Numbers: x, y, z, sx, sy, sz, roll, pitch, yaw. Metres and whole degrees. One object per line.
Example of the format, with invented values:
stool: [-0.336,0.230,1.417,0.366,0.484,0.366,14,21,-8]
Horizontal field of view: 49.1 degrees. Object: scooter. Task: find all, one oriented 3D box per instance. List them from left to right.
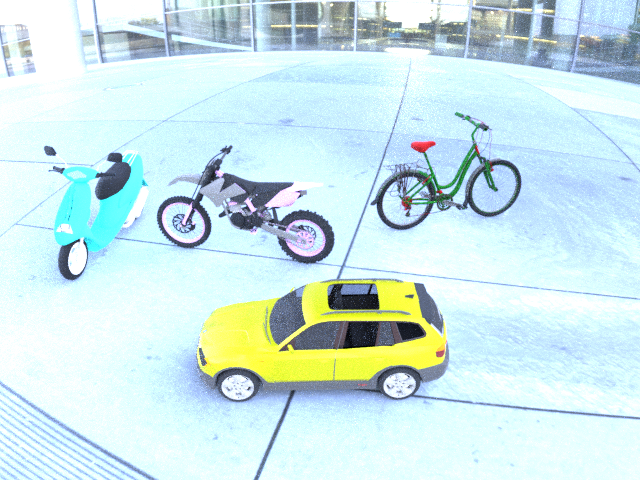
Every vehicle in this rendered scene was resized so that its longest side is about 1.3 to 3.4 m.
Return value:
scooter: [-3.446,-0.715,11.042,1.288,1.786,2.721,7,30,12]

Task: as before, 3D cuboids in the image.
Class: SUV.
SUV: [0.029,1.126,8.483,3.058,1.128,1.276,-1,30,-1]

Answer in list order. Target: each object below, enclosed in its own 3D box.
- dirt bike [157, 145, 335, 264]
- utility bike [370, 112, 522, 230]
dirt bike: [-1.196,-0.482,10.754,2.903,1.666,1.024,7,30,11]
utility bike: [2.140,-1.161,11.768,2.791,1.839,1.039,-8,31,-14]
